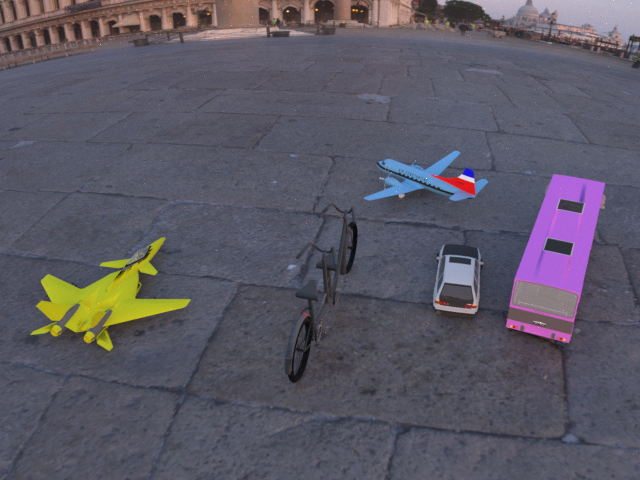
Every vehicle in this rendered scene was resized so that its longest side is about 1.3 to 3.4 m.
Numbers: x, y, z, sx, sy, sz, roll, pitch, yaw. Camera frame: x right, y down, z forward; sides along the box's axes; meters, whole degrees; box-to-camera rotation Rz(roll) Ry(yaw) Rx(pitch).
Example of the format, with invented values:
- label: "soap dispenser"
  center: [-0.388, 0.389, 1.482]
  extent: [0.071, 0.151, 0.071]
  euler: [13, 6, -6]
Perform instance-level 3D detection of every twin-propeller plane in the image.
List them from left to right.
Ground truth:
- label: "twin-propeller plane"
  center: [1.811, -1.149, 12.204]
  extent: [2.129, 0.792, 2.663]
  euler: [27, 40, 36]

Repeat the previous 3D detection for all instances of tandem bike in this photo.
- label: "tandem bike"
  center: [0.079, 0.487, 9.004]
  extent: [0.550, 1.326, 3.192]
  euler: [9, 32, 14]

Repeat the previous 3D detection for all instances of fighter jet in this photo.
- label: "fighter jet"
  center: [-2.786, 0.472, 9.767]
  extent: [2.229, 0.557, 2.640]
  euler: [8, 32, 14]

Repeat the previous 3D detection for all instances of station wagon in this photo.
- label: "station wagon"
  center: [1.953, 0.464, 9.861]
  extent: [0.682, 0.473, 1.597]
  euler: [7, 32, 11]

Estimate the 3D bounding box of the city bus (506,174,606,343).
- label: "city bus"
  center: [3.402, 0.171, 9.938]
  extent: [0.926, 0.894, 3.255]
  euler: [13, 34, 20]
